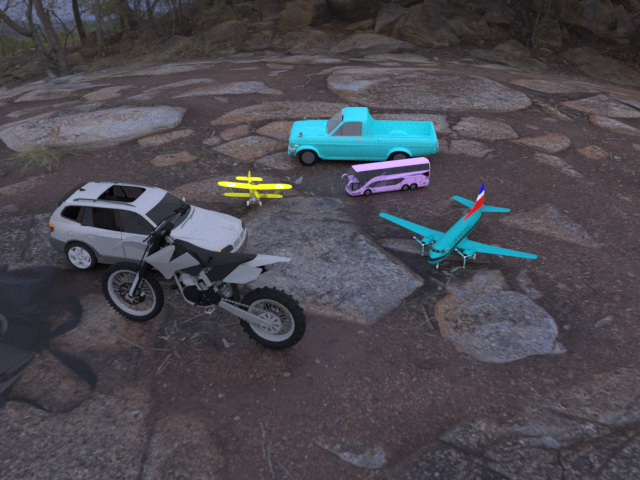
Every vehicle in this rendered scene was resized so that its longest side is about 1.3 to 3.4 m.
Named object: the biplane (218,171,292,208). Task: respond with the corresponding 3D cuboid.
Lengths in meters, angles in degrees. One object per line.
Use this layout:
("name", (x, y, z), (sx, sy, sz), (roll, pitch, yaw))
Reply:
("biplane", (-1.204, -0.939, 12.812), (1.336, 0.504, 1.090), (-7, 30, -13))

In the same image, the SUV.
("SUV", (-2.656, -0.199, 10.826), (3.058, 1.128, 1.276), (6, 30, 11))

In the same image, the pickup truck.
("pickup truck", (0.882, -2.187, 14.565), (3.117, 0.993, 1.244), (1, 29, 3))

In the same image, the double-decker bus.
("double-decker bus", (1.261, -1.194, 13.235), (1.672, 0.541, 0.389), (-8, 30, -15))

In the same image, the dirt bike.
("dirt bike", (-1.568, 0.528, 8.954), (2.903, 1.666, 1.024), (9, 30, 15))

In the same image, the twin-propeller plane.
("twin-propeller plane", (2.228, -0.216, 11.206), (2.663, 0.792, 2.129), (17, 33, 28))
